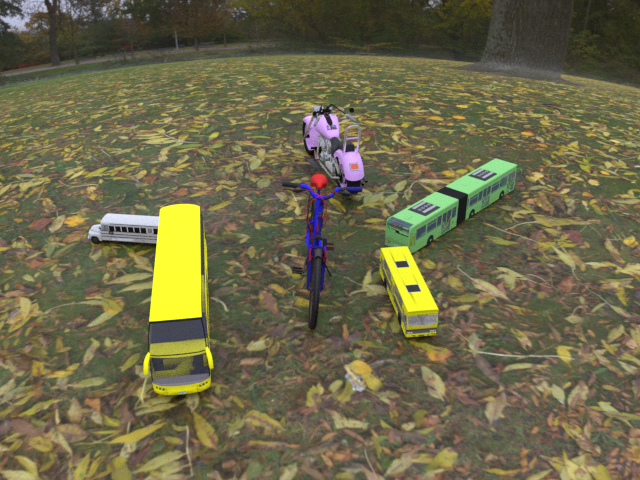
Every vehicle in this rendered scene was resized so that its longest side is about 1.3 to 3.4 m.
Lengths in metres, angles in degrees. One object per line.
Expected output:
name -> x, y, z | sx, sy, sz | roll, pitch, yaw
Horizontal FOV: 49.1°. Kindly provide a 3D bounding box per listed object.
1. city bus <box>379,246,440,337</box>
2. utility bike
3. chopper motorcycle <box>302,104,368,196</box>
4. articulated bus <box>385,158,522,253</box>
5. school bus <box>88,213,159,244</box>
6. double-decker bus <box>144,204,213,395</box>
city bus -> 1.200, 0.698, 9.709 | 0.476, 0.460, 1.674 | -4, 29, -7
utility bike -> 0.025, -0.114, 9.749 | 1.039, 1.839, 2.791 | 0, 29, -1
chopper motorcycle -> 0.186, -1.948, 13.407 | 0.906, 1.480, 3.040 | -8, 30, -15
articulated bus -> 2.344, -0.640, 12.006 | 0.605, 0.561, 3.401 | 24, 37, 36
school bus -> -2.900, -0.155, 11.266 | 1.708, 0.434, 0.365 | 4, 29, 7
double-decker bus -> -1.807, 0.681, 9.133 | 0.756, 1.052, 3.251 | -4, 29, -8
